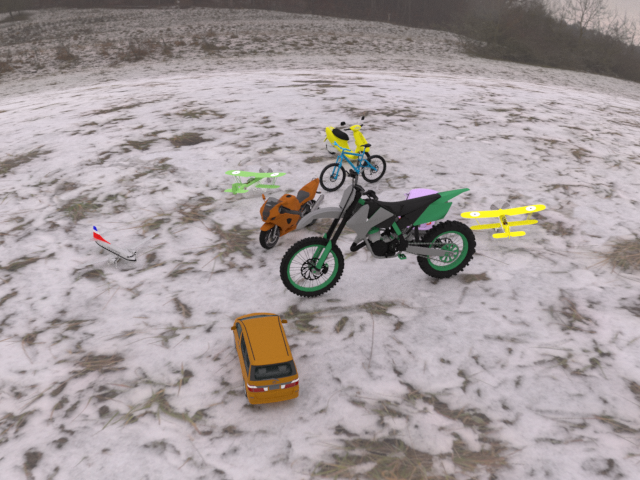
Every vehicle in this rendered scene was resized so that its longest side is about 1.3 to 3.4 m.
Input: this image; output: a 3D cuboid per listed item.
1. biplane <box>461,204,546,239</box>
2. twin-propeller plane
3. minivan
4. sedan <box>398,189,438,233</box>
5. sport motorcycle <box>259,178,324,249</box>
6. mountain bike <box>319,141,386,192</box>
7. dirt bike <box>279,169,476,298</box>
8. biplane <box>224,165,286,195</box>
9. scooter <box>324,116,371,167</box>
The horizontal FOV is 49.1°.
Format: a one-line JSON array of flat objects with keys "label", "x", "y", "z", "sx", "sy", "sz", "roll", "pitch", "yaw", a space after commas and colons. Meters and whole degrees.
[{"label": "biplane", "x": 2.959, "y": -0.267, "z": 11.304, "sx": 1.336, "sy": 0.504, "sz": 1.090, "roll": 2, "pitch": 27, "yaw": 4}, {"label": "twin-propeller plane", "x": -3.148, "y": 0.099, "z": 10.684, "sx": 1.095, "sy": 0.407, "sz": 1.370, "roll": 21, "pitch": 33, "yaw": 35}, {"label": "minivan", "x": -0.659, "y": 1.251, "z": 8.161, "sx": 0.681, "sy": 0.616, "sz": 1.548, "roll": -6, "pitch": 27, "yaw": -12}, {"label": "sedan", "x": 1.715, "y": -0.581, "z": 11.953, "sx": 0.635, "sy": 0.483, "sz": 1.613, "roll": 7, "pitch": 27, "yaw": 13}, {"label": "sport motorcycle", "x": -0.476, "y": -0.438, "z": 11.292, "sx": 0.506, "sy": 0.821, "sz": 1.520, "roll": 18, "pitch": 32, "yaw": 31}, {"label": "mountain bike", "x": 0.634, "y": -1.404, "z": 13.162, "sx": 1.469, "sy": 0.868, "sz": 0.573, "roll": -14, "pitch": 30, "yaw": -26}, {"label": "dirt bike", "x": 0.857, "y": -0.069, "z": 9.617, "sx": 2.903, "sy": 1.666, "sz": 1.024, "roll": -7, "pitch": 28, "yaw": -14}, {"label": "biplane", "x": -1.285, "y": -1.036, "z": 12.835, "sx": 1.336, "sy": 0.504, "sz": 1.090, "roll": 15, "pitch": 30, "yaw": 27}, {"label": "scooter", "x": 0.563, "y": -2.094, "z": 14.478, "sx": 0.662, "sy": 0.919, "sz": 1.399, "roll": -21, "pitch": 33, "yaw": -36}]
